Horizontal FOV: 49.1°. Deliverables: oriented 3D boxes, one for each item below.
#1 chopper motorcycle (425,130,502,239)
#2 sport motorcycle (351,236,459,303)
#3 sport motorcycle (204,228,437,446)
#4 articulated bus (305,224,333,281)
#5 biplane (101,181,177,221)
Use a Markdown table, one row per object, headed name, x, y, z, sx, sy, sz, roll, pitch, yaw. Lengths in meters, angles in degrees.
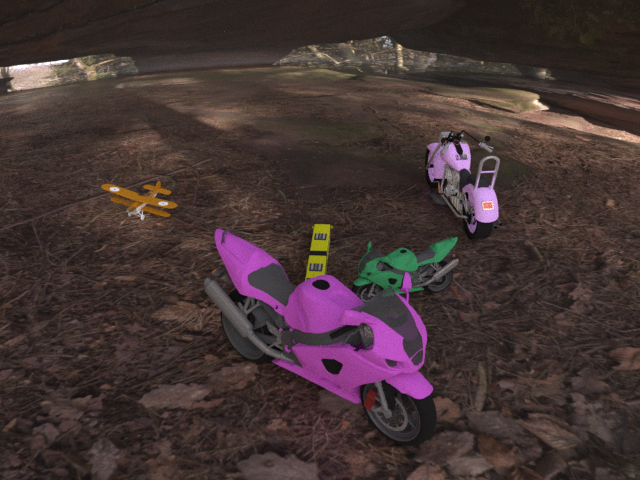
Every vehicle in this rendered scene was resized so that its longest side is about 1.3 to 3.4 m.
| name | x | y | z | sx | sy | sz | roll | pitch | yaw |
| --- | --- | --- | --- | --- | --- | --- | --- | --- | --- |
| chopper motorcycle | 2.261 | -1.147 | 11.464 | 0.906 | 1.480 | 3.040 | -3 | 27 | -7 |
| sport motorcycle | 1.101 | 0.411 | 9.131 | 1.520 | 0.821 | 0.506 | -10 | 29 | -19 |
| sport motorcycle | -0.038 | 0.947 | 7.227 | 2.955 | 1.596 | 0.983 | 22 | 34 | 36 |
| articulated bus | -0.018 | 0.257 | 10.020 | 0.311 | 0.289 | 1.749 | 2 | 27 | 3 |
| biplane | -2.890 | -0.658 | 11.579 | 1.336 | 0.504 | 1.090 | 8 | 28 | 16 |
